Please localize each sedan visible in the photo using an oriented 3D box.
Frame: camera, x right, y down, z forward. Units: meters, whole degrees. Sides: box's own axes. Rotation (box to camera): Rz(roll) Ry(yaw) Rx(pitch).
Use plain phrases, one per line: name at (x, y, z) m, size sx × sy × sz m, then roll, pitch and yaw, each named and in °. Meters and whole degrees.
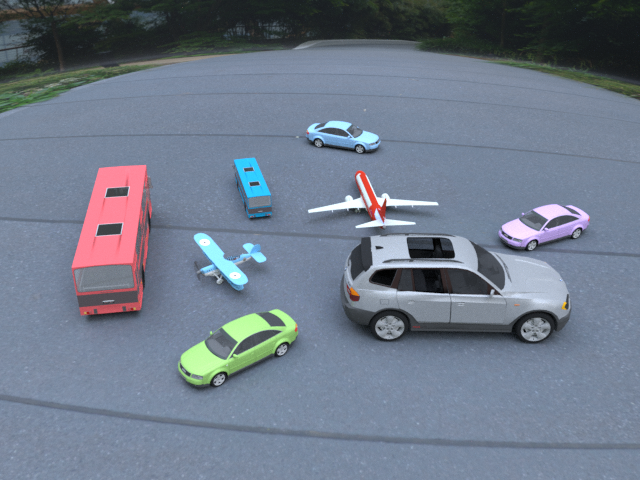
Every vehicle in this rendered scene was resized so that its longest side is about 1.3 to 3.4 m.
sedan at (0.496, -2.231, 14.883) m, size 1.613 × 0.483 × 0.635 m, roll 11°, pitch 32°, yaw 19°
sedan at (3.680, -0.262, 11.477) m, size 1.613 × 0.483 × 0.635 m, roll -13°, pitch 33°, yaw -22°
sedan at (-1.017, 1.298, 8.779) m, size 1.613 × 0.483 × 0.635 m, roll -21°, pitch 36°, yaw -32°

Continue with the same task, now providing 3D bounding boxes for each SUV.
SUV at (1.801, 0.567, 9.399) m, size 3.058 × 1.128 × 1.276 m, roll 1°, pitch 30°, yaw 1°

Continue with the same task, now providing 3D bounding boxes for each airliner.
airliner at (0.885, -0.859, 12.160) m, size 2.257 × 0.835 × 2.541 m, roll -4°, pitch 30°, yaw -6°

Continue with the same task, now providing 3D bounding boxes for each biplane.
biplane at (-1.334, 0.341, 10.413) m, size 1.090 × 0.504 × 1.336 m, roll -20°, pitch 36°, yaw -31°

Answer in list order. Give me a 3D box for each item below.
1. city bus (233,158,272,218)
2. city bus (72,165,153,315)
city bus at (-1.229, -0.944, 12.681) m, size 0.476 × 0.460 × 1.674 m, roll -7°, pitch 31°, yaw -12°
city bus at (-3.098, -0.074, 10.743) m, size 0.926 × 0.894 × 3.255 m, roll -5°, pitch 30°, yaw -8°
